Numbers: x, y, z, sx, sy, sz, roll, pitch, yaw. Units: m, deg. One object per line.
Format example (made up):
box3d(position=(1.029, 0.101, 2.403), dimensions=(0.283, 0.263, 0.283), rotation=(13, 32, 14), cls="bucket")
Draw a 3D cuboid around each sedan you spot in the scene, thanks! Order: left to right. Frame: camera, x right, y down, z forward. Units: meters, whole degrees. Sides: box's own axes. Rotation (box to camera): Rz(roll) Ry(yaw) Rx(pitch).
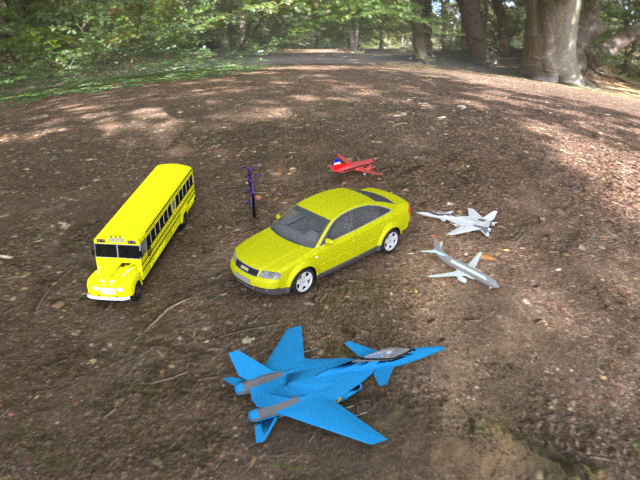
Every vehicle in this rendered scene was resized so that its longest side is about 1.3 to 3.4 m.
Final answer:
box3d(position=(0.068, -0.135, 10.515), dimensions=(3.137, 0.940, 1.235), rotation=(-23, 35, -37), cls="sedan")

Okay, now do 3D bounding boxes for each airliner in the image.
box3d(position=(2.094, 0.321, 10.189), dimensions=(1.161, 0.429, 1.307), rotation=(-21, 34, -34), cls="airliner")

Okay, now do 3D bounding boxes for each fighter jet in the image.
box3d(position=(0.321, 1.408, 7.954), dimensions=(2.640, 0.557, 2.229), rotation=(-12, 30, -22), cls="fighter jet")
box3d(position=(2.258, -0.404, 11.744), dimensions=(1.358, 0.286, 1.147), rotation=(14, 30, 24), cls="fighter jet")

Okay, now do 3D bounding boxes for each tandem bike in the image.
box3d(position=(-1.215, -0.982, 12.428), dimensions=(0.283, 0.682, 1.642), rotation=(-4, 28, -7), cls="tandem bike")

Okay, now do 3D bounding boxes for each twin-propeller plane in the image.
box3d(position=(0.689, -1.496, 13.719), dimensions=(1.095, 0.407, 1.370), rotation=(-19, 33, -32), cls="twin-propeller plane")

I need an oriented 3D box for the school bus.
box3d(position=(-2.674, -0.188, 10.721), dimensions=(0.709, 0.844, 3.322), rotation=(3, 28, 5), cls="school bus")
